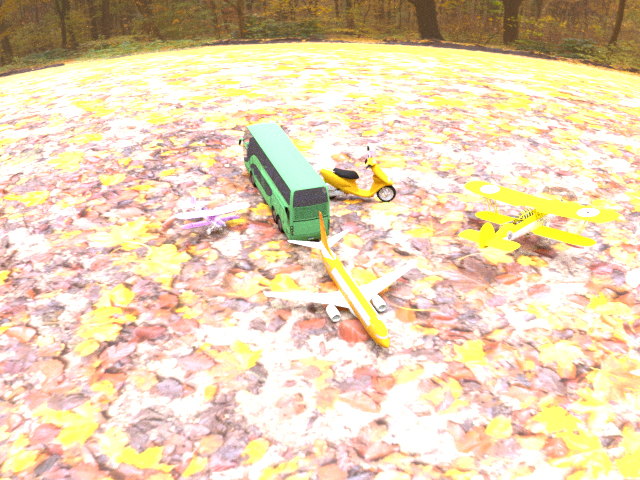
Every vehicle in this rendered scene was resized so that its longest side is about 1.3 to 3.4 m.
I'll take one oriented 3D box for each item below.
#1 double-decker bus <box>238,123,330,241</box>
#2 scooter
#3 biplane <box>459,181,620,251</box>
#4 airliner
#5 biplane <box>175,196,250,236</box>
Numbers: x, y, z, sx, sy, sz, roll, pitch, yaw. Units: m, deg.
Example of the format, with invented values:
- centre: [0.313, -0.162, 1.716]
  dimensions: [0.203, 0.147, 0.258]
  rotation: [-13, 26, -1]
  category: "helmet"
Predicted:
- centre: [-0.661, -1.103, 12.056]
  dimensions: [0.756, 1.052, 3.251]
  rotation: [-10, 32, -16]
  category: "double-decker bus"
- centre: [0.641, -1.106, 12.192]
  dimensions: [1.399, 0.919, 0.662]
  rotation: [4, 31, 6]
  category: "scooter"
- centre: [3.070, -0.273, 10.712]
  dimensions: [2.120, 0.981, 2.598]
  rotation: [-24, 38, -34]
  category: "biplane"
- centre: [0.404, 0.514, 9.515]
  dimensions: [2.257, 0.835, 2.541]
  rotation: [-10, 32, -17]
  category: "airliner"
- centre: [-1.814, -0.417, 11.428]
  dimensions: [1.336, 0.504, 1.090]
  rotation: [-22, 37, -33]
  category: "biplane"
